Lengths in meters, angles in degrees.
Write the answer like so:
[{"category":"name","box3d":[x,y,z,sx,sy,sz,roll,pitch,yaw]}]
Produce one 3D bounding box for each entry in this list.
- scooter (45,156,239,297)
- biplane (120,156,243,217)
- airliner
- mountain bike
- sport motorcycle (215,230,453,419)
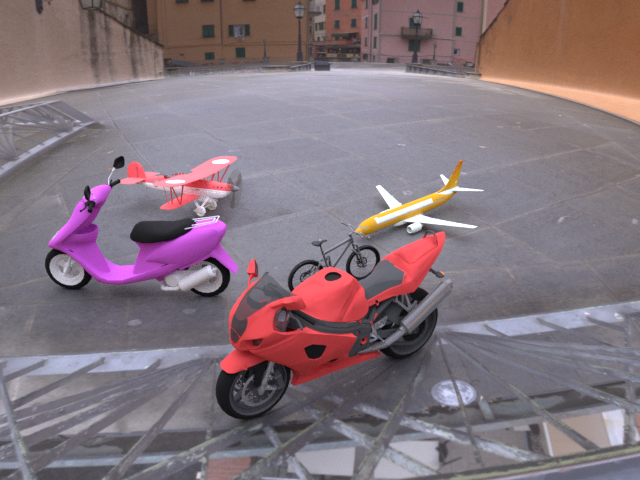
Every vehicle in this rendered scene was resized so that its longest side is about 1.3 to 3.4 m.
[{"category":"scooter","box3d":[-2.471,-0.072,9.388,2.721,1.786,1.288,3,27,5]},{"category":"biplane","box3d":[-2.362,-0.975,12.103,2.120,0.981,2.598,8,28,15]},{"category":"airliner","box3d":[1.540,-0.675,11.664,2.541,0.835,2.257,-20,33,-34]},{"category":"mountain bike","box3d":[0.216,0.293,9.685,1.469,0.868,0.573,-14,30,-25]},{"category":"sport motorcycle","box3d":[0.190,0.895,7.661,2.955,1.596,0.983,-16,31,-29]}]
